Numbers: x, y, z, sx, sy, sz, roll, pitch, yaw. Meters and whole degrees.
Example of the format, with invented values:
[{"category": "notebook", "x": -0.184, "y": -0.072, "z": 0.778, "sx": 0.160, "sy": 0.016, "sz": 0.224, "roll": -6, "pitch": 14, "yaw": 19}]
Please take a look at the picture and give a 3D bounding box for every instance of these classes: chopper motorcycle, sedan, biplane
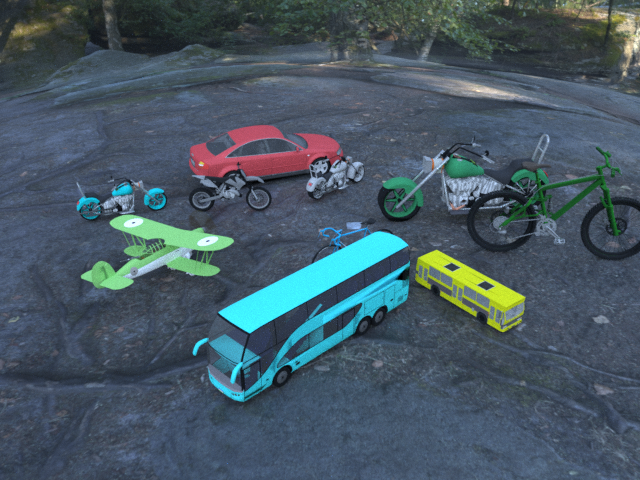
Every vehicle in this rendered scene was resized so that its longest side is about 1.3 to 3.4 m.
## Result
[{"category": "chopper motorcycle", "x": 0.321, "y": -1.280, "z": 13.313, "sx": 0.466, "sy": 0.761, "sz": 1.563, "roll": 24, "pitch": 37, "yaw": 36}, {"category": "chopper motorcycle", "x": 2.534, "y": -1.085, "z": 12.210, "sx": 3.040, "sy": 1.480, "sz": 0.906, "roll": -3, "pitch": 29, "yaw": -6}, {"category": "sedan", "x": -1.045, "y": -1.774, "z": 14.026, "sx": 3.137, "sy": 0.940, "sz": 1.235, "roll": -11, "pitch": 30, "yaw": -18}, {"category": "chopper motorcycle", "x": -3.513, "y": -0.781, "z": 12.404, "sx": 1.563, "sy": 0.761, "sz": 0.466, "roll": -12, "pitch": 31, "yaw": -21}, {"category": "biplane", "x": -2.461, "y": 0.233, "z": 10.328, "sx": 2.598, "sy": 0.981, "sz": 2.120, "roll": 21, "pitch": 35, "yaw": 33}]

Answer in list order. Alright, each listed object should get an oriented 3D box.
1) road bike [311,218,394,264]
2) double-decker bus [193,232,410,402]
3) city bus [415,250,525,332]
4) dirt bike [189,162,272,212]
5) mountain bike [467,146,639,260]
[{"category": "road bike", "x": 0.527, "y": 0.106, "z": 10.694, "sx": 1.545, "sy": 0.852, "sz": 0.358, "roll": -16, "pitch": 33, "yaw": -27}, {"category": "double-decker bus", "x": -0.083, "y": 0.921, "z": 9.001, "sx": 3.251, "sy": 1.052, "sz": 0.756, "roll": -26, "pitch": 38, "yaw": -38}, {"category": "city bus", "x": 2.103, "y": 0.716, "z": 9.990, "sx": 0.476, "sy": 0.460, "sz": 1.674, "roll": -20, "pitch": 35, "yaw": -32}, {"category": "dirt bike", "x": -1.616, "y": -0.908, "z": 12.534, "sx": 1.493, "sy": 0.857, "sz": 0.527, "roll": 0, "pitch": 29, "yaw": -1}, {"category": "mountain bike", "x": 3.771, "y": -0.494, "z": 10.917, "sx": 2.857, "sy": 1.688, "sz": 1.114, "roll": 4, "pitch": 29, "yaw": 7}]
